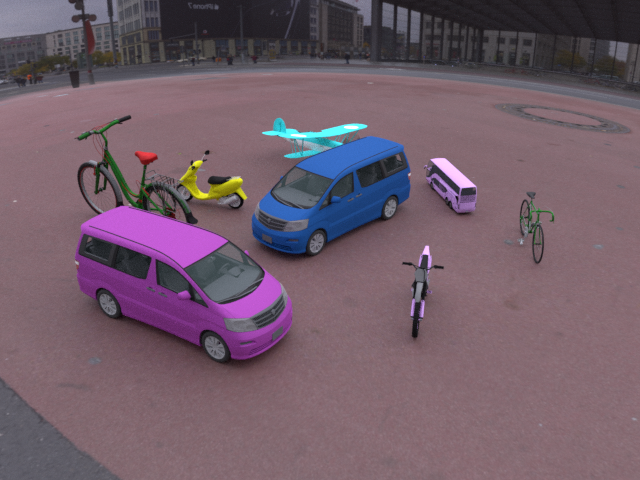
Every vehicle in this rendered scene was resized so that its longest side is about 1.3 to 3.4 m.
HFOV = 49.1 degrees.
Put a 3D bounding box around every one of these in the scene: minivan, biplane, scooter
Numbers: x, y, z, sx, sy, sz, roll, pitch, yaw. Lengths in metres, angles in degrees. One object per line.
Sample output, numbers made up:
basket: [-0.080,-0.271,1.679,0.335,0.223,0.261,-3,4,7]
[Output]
minivan: [0.224,-0.788,11.610,1.324,1.197,3.011,23,35,38]
minivan: [-1.786,0.494,9.073,3.011,1.197,1.324,16,31,28]
biplane: [-0.136,-2.026,14.297,2.120,0.981,2.598,20,33,34]
scooter: [-1.957,-1.048,12.431,1.399,0.919,0.662,9,28,18]

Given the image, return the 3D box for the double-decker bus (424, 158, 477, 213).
double-decker bus: [2.374,-1.029,12.813,0.389,0.541,1.672,-6,27,-11]

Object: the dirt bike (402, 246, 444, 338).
dirt bike: [1.344,0.612,9.217,0.527,0.857,1.493,6,27,12]

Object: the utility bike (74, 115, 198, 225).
utility bike: [-3.088,-0.922,11.162,2.791,1.839,1.039,17,32,31]

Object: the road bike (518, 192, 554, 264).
road bike: [3.323,-0.267,10.962,0.358,0.852,1.545,1,27,3]
